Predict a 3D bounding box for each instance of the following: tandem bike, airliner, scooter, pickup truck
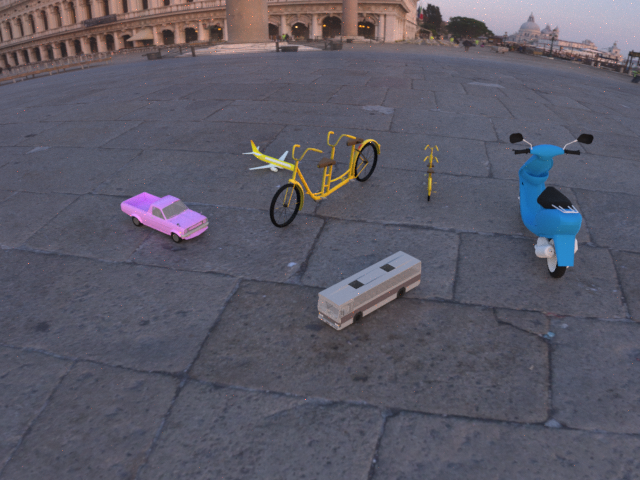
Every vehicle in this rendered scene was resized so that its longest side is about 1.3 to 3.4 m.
[{"bbox_3d":[0.171,-1.276,12.410,0.550,1.326,3.192,21,36,32],"label":"tandem bike"},{"bbox_3d":[-0.909,-1.651,13.972,1.307,0.429,1.161,21,36,32],"label":"airliner"},{"bbox_3d":[3.558,-0.706,10.945,1.288,1.786,2.721,1,30,2],"label":"scooter"},{"bbox_3d":[-2.632,-0.457,11.796,1.603,0.511,0.640,20,35,31],"label":"pickup truck"},{"bbox_3d":[2.069,-1.312,13.123,0.283,0.682,1.642,4,30,8],"label":"tandem bike"}]

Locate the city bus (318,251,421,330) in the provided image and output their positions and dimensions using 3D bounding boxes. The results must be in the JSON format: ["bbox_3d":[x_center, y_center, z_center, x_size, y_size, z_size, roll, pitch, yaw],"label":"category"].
[{"bbox_3d":[0.717,0.701,9.817,1.674,0.460,0.476,-25,38,-36],"label":"city bus"}]
